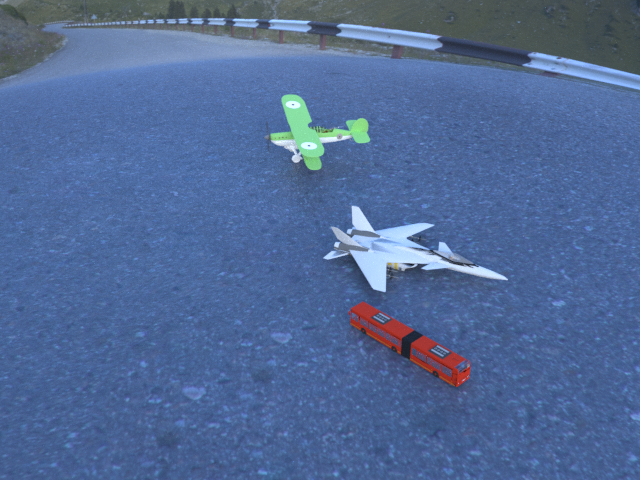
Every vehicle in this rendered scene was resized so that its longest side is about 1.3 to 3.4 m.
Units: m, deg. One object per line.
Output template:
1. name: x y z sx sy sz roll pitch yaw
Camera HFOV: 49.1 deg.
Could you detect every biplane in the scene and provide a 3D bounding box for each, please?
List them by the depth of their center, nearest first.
1. biplane: -0.056 -2.077 13.993 2.120 0.981 2.598 -6 29 -10

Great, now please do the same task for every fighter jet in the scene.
1. fighter jet: 1.479 0.138 10.352 2.640 0.557 2.229 13 31 22

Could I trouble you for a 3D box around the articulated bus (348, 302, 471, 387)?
1. articulated bus: 1.059 1.247 8.588 0.311 0.289 1.749 -24 37 -37
